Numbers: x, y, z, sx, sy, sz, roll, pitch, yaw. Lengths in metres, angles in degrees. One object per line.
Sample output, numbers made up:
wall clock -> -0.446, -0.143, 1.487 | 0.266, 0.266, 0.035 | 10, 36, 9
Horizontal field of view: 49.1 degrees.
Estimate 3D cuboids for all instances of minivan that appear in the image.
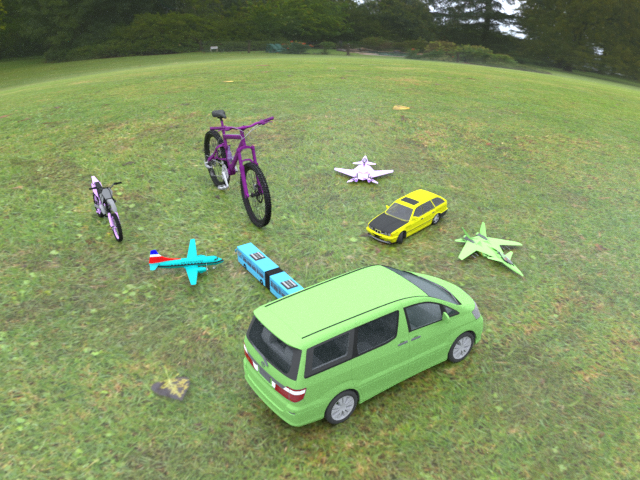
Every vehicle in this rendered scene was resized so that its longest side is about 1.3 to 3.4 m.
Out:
minivan -> 0.608, 1.023, 8.199 | 3.011, 1.197, 1.324 | -19, 34, -31

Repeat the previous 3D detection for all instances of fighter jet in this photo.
fighter jet -> 0.868, -1.486, 13.781 | 1.147, 0.286, 1.358 | 3, 29, 5
fighter jet -> 2.700, 0.156, 10.753 | 1.147, 0.286, 1.358 | -12, 31, -21

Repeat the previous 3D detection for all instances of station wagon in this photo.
station wagon -> 1.457, -0.430, 11.637 | 0.682, 0.473, 1.597 | 25, 37, 37

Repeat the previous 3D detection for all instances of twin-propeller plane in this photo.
twin-propeller plane -> -1.981, 0.288, 10.384 | 1.095, 0.407, 1.370 | -5, 29, -8

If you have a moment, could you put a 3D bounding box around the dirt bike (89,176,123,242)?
dirt bike -> -3.512, -0.576, 11.506 | 0.527, 0.857, 1.493 | -16, 32, -27

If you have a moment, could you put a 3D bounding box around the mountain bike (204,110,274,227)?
mountain bike -> -1.495, -1.379, 12.115 | 1.114, 1.688, 2.857 | -14, 32, -25

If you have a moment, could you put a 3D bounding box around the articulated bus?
articulated bus -> -0.698, 0.521, 10.077 | 0.311, 0.289, 1.749 | -17, 33, -28
